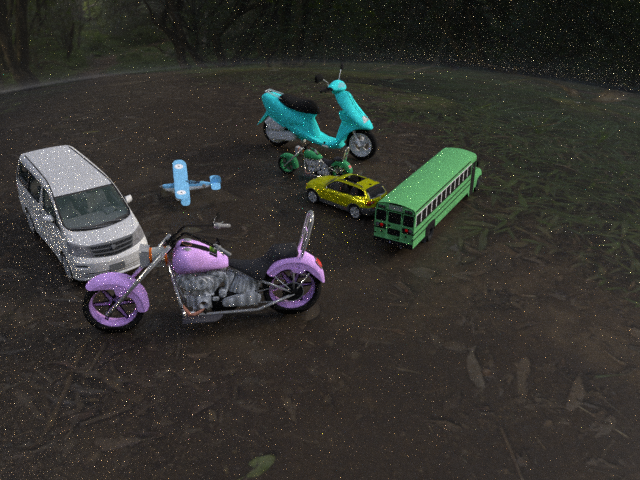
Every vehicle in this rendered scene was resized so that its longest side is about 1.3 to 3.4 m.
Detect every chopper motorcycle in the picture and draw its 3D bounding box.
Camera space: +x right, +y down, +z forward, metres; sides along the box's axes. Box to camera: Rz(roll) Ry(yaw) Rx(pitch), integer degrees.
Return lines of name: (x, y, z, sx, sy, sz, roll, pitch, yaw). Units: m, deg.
chopper motorcycle: (-0.101, -1.512, 13.220, 1.563, 0.761, 0.466, 14, 31, 25)
chopper motorcycle: (-1.449, 0.393, 8.777, 3.040, 1.480, 0.906, -4, 28, -7)

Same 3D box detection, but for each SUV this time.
SUV: (0.450, -0.857, 12.156, 1.572, 0.580, 0.656, 23, 35, 36)

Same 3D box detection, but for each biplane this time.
biplane: (-2.302, -0.968, 12.451, 1.090, 0.504, 1.336, -6, 28, -11)

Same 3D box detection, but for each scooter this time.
scooter: (-0.078, -2.643, 14.284, 2.721, 1.786, 1.288, 13, 30, 23)

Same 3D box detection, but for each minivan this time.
minivan: (-3.713, -0.472, 10.747, 1.324, 1.197, 3.011, -18, 33, -31)

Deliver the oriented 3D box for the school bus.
school bus: (1.931, -0.811, 11.781, 0.709, 0.844, 3.322, 15, 31, 26)
